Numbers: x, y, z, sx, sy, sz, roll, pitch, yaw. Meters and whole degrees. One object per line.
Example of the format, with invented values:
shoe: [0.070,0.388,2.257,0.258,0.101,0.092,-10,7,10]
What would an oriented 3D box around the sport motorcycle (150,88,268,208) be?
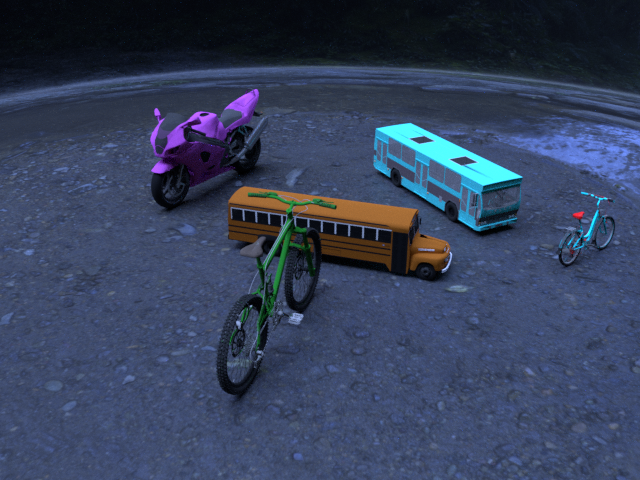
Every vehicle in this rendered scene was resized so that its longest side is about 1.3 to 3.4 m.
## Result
sport motorcycle: [-1.993,-1.699,12.594,0.983,1.596,2.955,15,30,28]

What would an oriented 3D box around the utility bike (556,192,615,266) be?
utility bike: [3.907,-0.189,10.297,1.435,0.946,0.535,-19,32,-33]

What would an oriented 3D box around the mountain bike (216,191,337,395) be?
mountain bike: [-0.506,0.479,8.126,1.114,1.688,2.857,9,28,18]

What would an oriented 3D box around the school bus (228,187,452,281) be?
school bus: [0.278,-0.138,10.308,3.322,0.844,0.709,9,28,17]

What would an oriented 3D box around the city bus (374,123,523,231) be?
city bus: [2.111,-1.150,12.280,0.926,0.894,3.255,-13,29,-24]
